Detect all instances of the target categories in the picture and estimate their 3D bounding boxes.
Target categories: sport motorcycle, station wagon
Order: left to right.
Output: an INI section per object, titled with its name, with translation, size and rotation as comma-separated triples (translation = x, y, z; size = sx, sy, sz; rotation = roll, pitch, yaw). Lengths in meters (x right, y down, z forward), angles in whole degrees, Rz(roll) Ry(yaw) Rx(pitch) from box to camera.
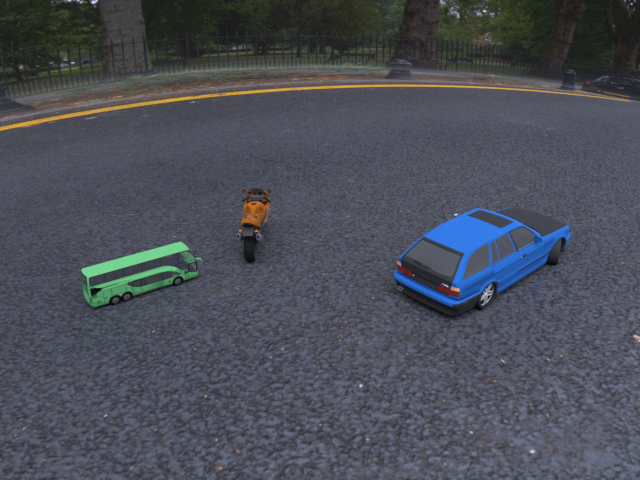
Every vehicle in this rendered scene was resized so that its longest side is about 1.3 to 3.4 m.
[sport motorcycle]
translation = -1.035, -0.281, 11.050
size = 0.506, 0.821, 1.520
rotation = 1, 27, 2
[station wagon]
translation = 2.486, 0.071, 10.249
size = 3.105, 0.920, 1.327
rotation = -23, 35, -37

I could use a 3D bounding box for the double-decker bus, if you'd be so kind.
[double-decker bus]
translation = -2.497, 0.466, 9.892
size = 1.672, 0.541, 0.389
rotation = -17, 32, -30
